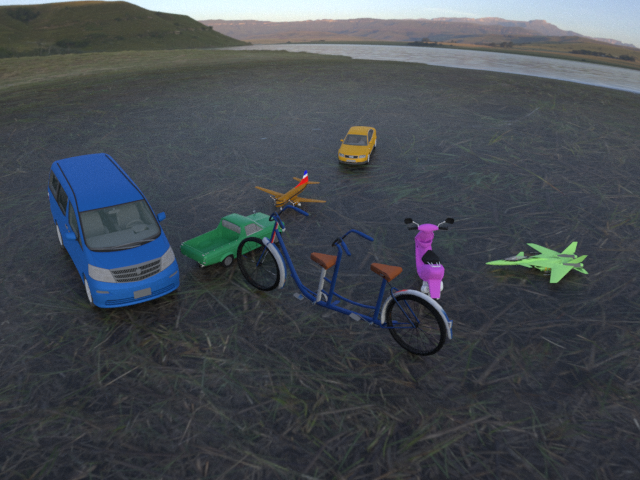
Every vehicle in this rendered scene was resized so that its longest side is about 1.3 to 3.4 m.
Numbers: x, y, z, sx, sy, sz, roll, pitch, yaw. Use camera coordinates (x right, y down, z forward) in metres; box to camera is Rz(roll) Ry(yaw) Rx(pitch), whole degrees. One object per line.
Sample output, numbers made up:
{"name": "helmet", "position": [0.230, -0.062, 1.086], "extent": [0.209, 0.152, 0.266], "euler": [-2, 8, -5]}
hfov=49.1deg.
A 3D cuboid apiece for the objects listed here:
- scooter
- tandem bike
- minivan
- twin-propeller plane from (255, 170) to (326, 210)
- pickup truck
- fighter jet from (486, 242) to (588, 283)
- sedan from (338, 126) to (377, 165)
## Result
{"name": "scooter", "position": [1.441, 0.195, 9.273], "extent": [0.662, 0.919, 1.399], "euler": [0, 27, 0]}
{"name": "tandem bike", "position": [0.165, 0.411, 8.402], "extent": [3.192, 1.326, 0.550], "euler": [19, 33, 32]}
{"name": "minivan", "position": [-2.954, -0.209, 9.758], "extent": [1.324, 1.197, 3.011], "euler": [-14, 30, -26]}
{"name": "twin-propeller plane", "position": [-0.463, -0.838, 11.859], "extent": [1.370, 0.407, 1.095], "euler": [14, 30, 25]}
{"name": "pickup truck", "position": [-1.249, -0.061, 10.223], "extent": [0.640, 0.511, 1.603], "euler": [23, 35, 37]}
{"name": "fighter jet", "position": [3.018, 0.251, 9.859], "extent": [1.358, 0.286, 1.147], "euler": [0, 27, -1]}
{"name": "sedan", "position": [0.756, -1.943, 13.938], "extent": [0.635, 0.483, 1.613], "euler": [6, 28, 11]}
